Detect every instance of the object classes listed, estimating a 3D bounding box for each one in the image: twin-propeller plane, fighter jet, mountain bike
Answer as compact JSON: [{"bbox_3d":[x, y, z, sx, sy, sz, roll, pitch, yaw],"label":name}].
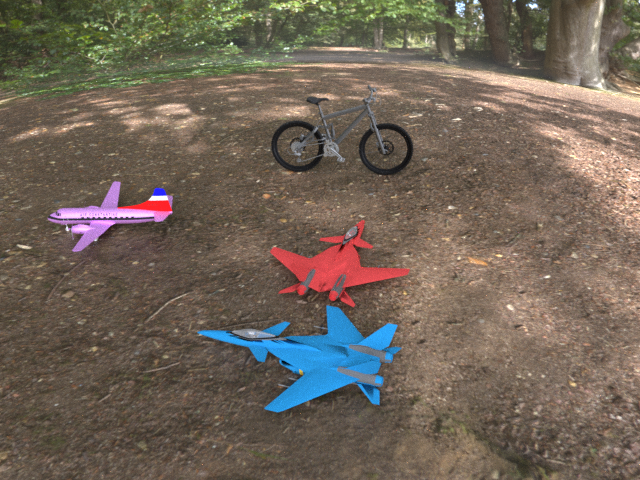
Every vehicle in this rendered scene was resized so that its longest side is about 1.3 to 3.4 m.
[{"bbox_3d":[-3.578,-0.509,11.877,2.129,0.792,2.663,0,28,-1],"label":"twin-propeller plane"},{"bbox_3d":[-0.377,1.274,8.817,2.640,0.557,2.229,9,30,17],"label":"fighter jet"},{"bbox_3d":[0.435,-2.107,13.896,2.857,1.688,1.114,2,28,5],"label":"mountain bike"},{"bbox_3d":[0.349,0.102,10.989,2.229,0.557,2.640,9,30,16],"label":"fighter jet"}]
